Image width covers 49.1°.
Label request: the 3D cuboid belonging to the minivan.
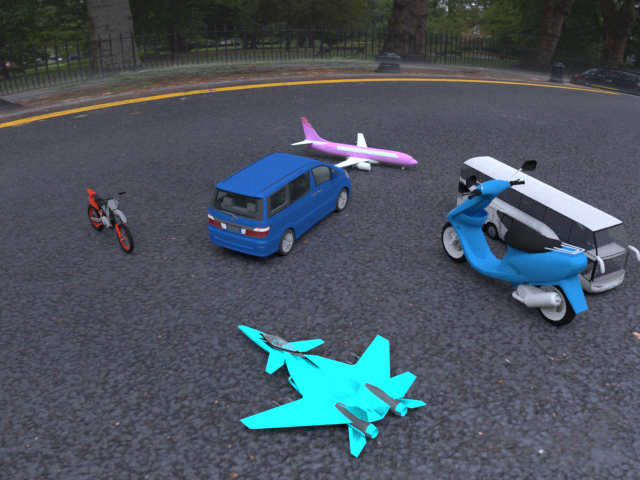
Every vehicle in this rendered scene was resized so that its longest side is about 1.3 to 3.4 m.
[{"bbox_3d":[-0.568,-0.776,11.636,1.324,1.197,3.011,15,31,26],"label":"minivan"}]

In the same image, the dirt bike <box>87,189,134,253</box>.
[{"bbox_3d":[-3.391,-0.374,11.241,0.527,0.857,1.493,-23,35,-36],"label":"dirt bike"}]

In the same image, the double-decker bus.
[{"bbox_3d":[3.381,-0.296,10.887,0.756,1.052,3.251,-14,31,-25],"label":"double-decker bus"}]

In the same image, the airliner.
[{"bbox_3d":[0.758,-1.954,14.239,2.541,0.835,2.257,10,30,18],"label":"airliner"}]

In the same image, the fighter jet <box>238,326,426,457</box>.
[{"bbox_3d":[-0.139,1.411,8.201,2.229,0.557,2.640,-25,37,-38],"label":"fighter jet"}]

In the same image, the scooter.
[{"bbox_3d":[2.627,-0.060,9.661,1.288,1.786,2.721,-16,32,-27],"label":"scooter"}]
